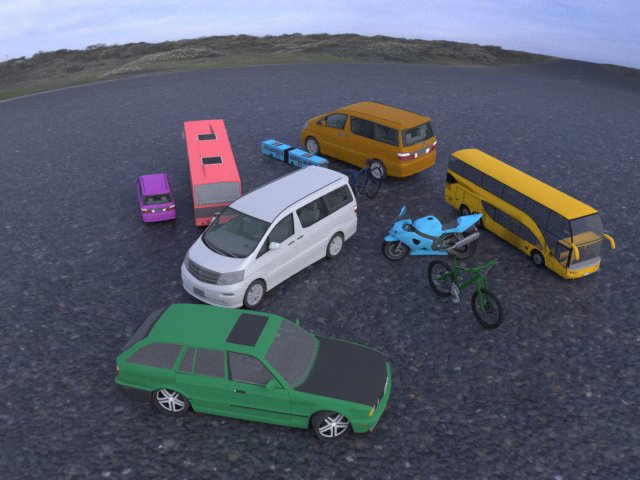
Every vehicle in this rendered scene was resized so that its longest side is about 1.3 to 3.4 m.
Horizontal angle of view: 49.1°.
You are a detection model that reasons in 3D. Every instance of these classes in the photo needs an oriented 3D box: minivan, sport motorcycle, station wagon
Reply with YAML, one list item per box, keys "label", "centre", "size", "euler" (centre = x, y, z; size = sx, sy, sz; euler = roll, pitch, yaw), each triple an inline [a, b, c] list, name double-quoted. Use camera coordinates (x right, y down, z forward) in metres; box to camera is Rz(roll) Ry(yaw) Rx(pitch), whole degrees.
- label: "minivan"
  centre: [0.915, -2.168, 14.342]
  size: [1.324, 1.197, 3.011]
  euler: [-25, 37, -38]
- label: "minivan"
  centre: [-2.941, -0.844, 12.491]
  size: [0.681, 0.616, 1.548]
  euler: [-8, 29, -14]
- label: "sport motorcycle"
  centre: [1.714, -0.058, 10.811]
  size: [1.520, 0.821, 0.506]
  euler: [-1, 28, -3]
- label: "minivan"
  centre: [-0.713, -0.107, 10.505]
  size: [1.324, 1.197, 3.011]
  euler: [21, 35, 34]
- label: "station wagon"
  centre: [-0.735, 1.394, 8.001]
  size: [3.105, 0.920, 1.327]
  euler: [6, 29, 11]

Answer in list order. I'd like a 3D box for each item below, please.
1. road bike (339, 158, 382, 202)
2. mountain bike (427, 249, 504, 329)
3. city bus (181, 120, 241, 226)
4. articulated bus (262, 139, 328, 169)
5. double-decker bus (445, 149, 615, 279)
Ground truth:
- label: "road bike"
  centre: [0.721, -0.983, 12.500]
  size: [0.358, 0.852, 1.545]
  euler: [18, 33, 29]
- label: "mountain bike"
  centre: [1.967, 0.594, 9.546]
  size: [0.573, 0.868, 1.469]
  euler: [-17, 32, -28]
- label: "city bus"
  centre: [-2.025, -1.292, 13.030]
  size: [0.926, 0.894, 3.255]
  euler: [-6, 29, -11]
- label: "articulated bus"
  centre: [-0.545, -1.734, 14.493]
  size: [1.749, 0.289, 0.311]
  euler: [25, 37, 38]
- label: "double-decker bus"
  centre: [3.235, -0.476, 11.345]
  size: [0.756, 1.052, 3.251]
  euler: [-14, 31, -24]
